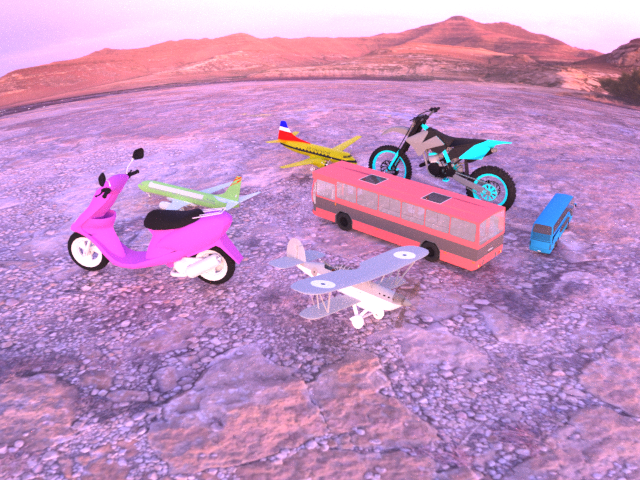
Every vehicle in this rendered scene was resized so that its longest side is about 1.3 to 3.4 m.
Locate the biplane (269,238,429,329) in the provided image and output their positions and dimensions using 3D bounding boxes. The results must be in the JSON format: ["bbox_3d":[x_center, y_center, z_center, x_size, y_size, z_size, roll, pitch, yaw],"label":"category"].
[{"bbox_3d":[0.351,0.514,9.292,2.120,0.981,2.598,21,32,36],"label":"biplane"}]

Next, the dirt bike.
[{"bbox_3d":[2.148,-1.440,12.585,2.903,1.666,1.024,16,30,30],"label":"dirt bike"}]

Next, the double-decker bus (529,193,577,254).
[{"bbox_3d":[3.840,-0.304,11.514,0.389,0.541,1.672,14,29,27],"label":"double-decker bus"}]

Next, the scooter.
[{"bbox_3d":[-2.436,-0.258,9.972,2.721,1.786,1.288,5,26,11],"label":"scooter"}]

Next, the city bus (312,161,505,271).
[{"bbox_3d":[1.329,-0.427,11.361,3.255,0.894,0.926,21,33,37],"label":"city bus"}]

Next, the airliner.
[{"bbox_3d":[-2.359,-0.960,12.545,2.541,0.835,2.257,15,29,28],"label":"airliner"}]

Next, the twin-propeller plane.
[{"bbox_3d":[-0.085,-1.963,14.691,2.129,0.792,2.663,19,31,34],"label":"twin-propeller plane"}]
